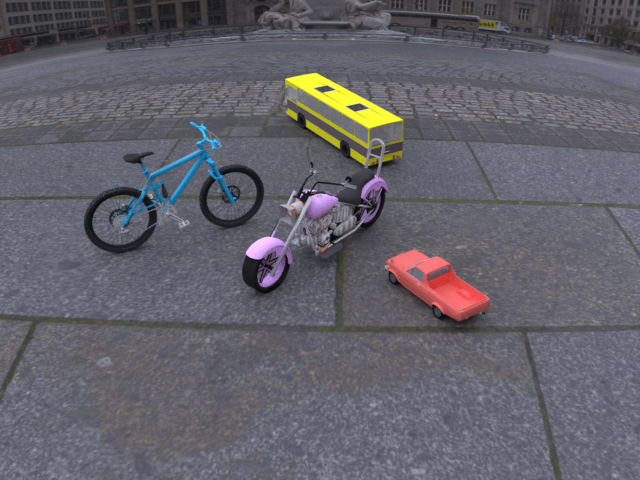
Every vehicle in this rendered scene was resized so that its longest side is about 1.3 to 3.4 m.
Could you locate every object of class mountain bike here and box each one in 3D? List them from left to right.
[{"bbox_3d":[-2.204,-0.751,10.743,2.857,1.688,1.114,-14,34,-22],"label":"mountain bike"}]

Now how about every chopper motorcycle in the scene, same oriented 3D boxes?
[{"bbox_3d":[0.005,-0.406,10.382,0.906,1.480,3.040,25,39,34],"label":"chopper motorcycle"}]

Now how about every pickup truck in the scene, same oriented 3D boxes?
[{"bbox_3d":[1.601,0.577,9.711,0.640,0.511,1.603,-19,37,-28],"label":"pickup truck"}]

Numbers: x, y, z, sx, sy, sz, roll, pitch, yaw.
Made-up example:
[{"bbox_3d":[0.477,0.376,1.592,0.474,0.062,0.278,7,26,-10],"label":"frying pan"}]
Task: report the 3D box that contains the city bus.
[{"bbox_3d":[0.407,-2.481,14.307,0.926,0.894,3.255,-18,36,-26],"label":"city bus"}]
